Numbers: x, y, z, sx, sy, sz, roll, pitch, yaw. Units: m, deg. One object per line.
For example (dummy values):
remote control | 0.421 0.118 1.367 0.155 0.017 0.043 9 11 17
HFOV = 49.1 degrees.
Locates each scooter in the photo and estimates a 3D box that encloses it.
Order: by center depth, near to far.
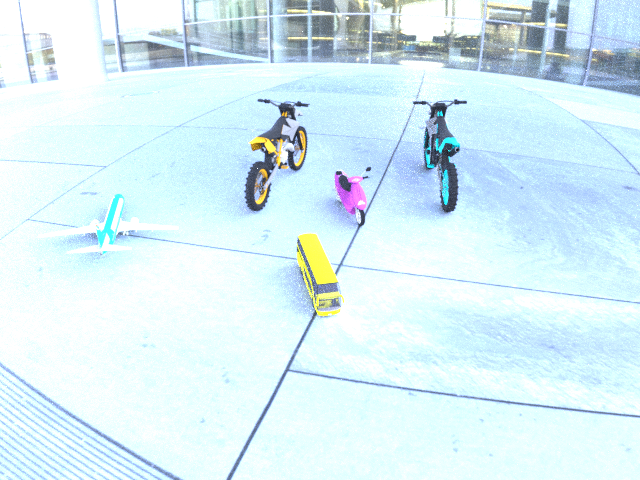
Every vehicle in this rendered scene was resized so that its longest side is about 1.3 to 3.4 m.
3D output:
scooter | 0.539 -0.906 12.542 0.662 0.919 1.399 -9 29 -16

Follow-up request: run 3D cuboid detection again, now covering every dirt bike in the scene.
dirt bike | -0.801 -1.757 13.337 1.024 1.666 2.903 9 30 17
dirt bike | 2.281 -1.758 13.340 1.024 1.666 2.903 -1 28 -1

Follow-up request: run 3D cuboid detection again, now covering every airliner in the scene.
airliner | -3.528 -0.429 11.743 2.257 0.835 2.541 -4 28 -7

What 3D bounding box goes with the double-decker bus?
double-decker bus | -0.031 0.502 10.320 0.389 0.541 1.672 -6 29 -11
